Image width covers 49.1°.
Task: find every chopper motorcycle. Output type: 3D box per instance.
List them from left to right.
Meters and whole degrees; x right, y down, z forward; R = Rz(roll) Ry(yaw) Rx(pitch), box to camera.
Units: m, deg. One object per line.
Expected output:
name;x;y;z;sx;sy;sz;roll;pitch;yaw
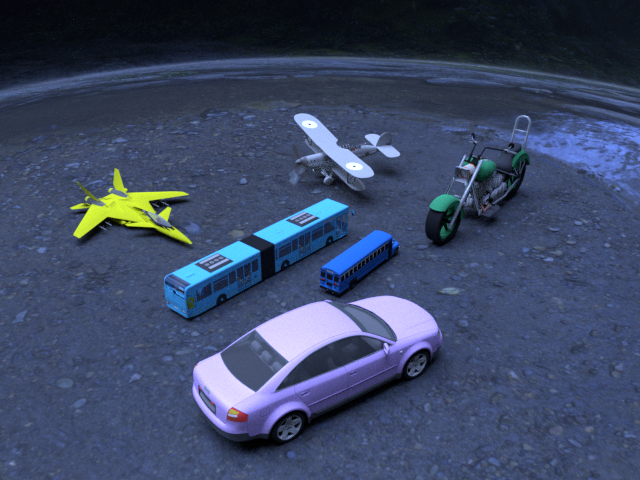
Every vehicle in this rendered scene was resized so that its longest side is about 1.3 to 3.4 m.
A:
chopper motorcycle;2.729;-1.059;11.804;0.906;1.480;3.040;22;36;35

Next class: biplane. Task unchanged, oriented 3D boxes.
biplane;0.498;-1.628;13.380;2.120;0.981;2.598;-14;32;-25

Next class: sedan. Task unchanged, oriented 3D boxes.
sedan;0.068;1.270;8.067;3.137;0.940;1.235;-18;33;-30

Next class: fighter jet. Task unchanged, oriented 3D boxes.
fighter jet;-3.014;-0.509;11.758;2.640;0.557;2.229;23;36;36

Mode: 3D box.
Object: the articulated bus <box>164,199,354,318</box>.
articulated bus;-0.801;0.189;10.464;0.605;0.561;3.401;23;36;36

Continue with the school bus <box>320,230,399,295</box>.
school bus;0.635;0.280;10.430;0.365;0.434;1.708;19;34;32
